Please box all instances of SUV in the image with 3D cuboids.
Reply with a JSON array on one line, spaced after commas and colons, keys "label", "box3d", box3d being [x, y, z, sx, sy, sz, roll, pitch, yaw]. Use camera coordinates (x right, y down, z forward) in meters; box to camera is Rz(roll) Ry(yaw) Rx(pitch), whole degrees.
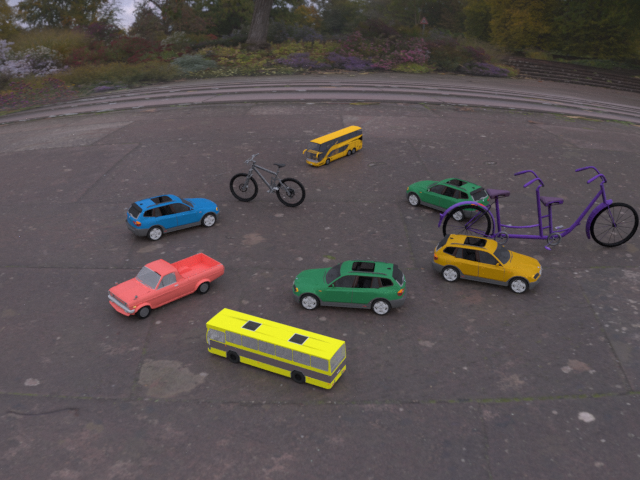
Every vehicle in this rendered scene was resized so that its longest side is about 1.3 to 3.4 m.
[{"label": "SUV", "box3d": [-2.475, -0.466, 11.815, 1.572, 0.580, 0.656, -16, 30, -30]}, {"label": "SUV", "box3d": [0.404, 0.596, 9.575, 1.572, 0.580, 0.656, 3, 26, 7]}, {"label": "SUV", "box3d": [2.424, 0.301, 10.197, 1.572, 0.580, 0.656, 9, 27, 19]}, {"label": "SUV", "box3d": [2.280, -0.818, 12.558, 0.656, 0.580, 1.572, -23, 34, -40]}]

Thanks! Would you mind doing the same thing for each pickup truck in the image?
[{"label": "pickup truck", "box3d": [-2.121, 0.559, 9.736, 1.603, 0.511, 0.640, -22, 33, -39]}]

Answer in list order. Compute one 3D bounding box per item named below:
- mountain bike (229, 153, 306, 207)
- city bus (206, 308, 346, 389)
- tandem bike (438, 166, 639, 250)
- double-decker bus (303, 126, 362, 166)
[{"label": "mountain bike", "box3d": [-0.966, -1.055, 12.723, 1.469, 0.868, 0.573, 7, 26, 15]}, {"label": "city bus", "box3d": [-0.535, 1.282, 8.269, 1.674, 0.460, 0.476, 12, 28, 24]}, {"label": "tandem bike", "box3d": [3.450, -0.464, 10.942, 3.192, 1.326, 0.550, -1, 25, -1]}, {"label": "double-decker bus", "box3d": [0.313, -2.028, 15.157, 0.389, 0.541, 1.672, 19, 31, 35]}]
